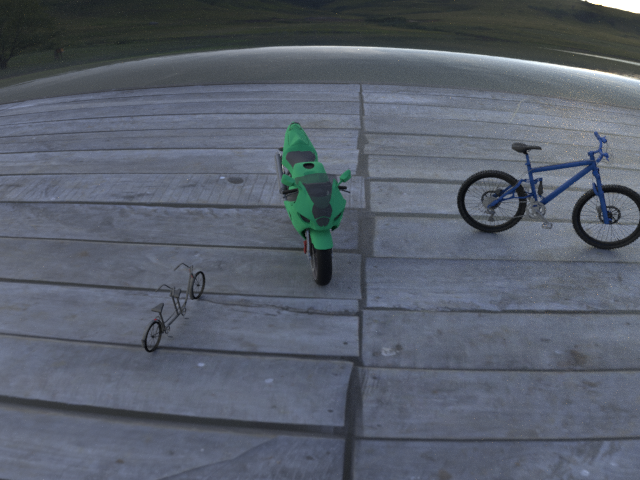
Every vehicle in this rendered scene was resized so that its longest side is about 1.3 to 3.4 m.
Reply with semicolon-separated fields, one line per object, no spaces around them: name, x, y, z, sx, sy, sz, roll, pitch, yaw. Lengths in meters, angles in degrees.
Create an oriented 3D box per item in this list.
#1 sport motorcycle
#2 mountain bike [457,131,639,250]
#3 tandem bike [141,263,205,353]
sport motorcycle;-0.178;-0.616;10.645;0.983;1.596;2.955;-5;31;-9
mountain bike;3.572;-0.732;10.754;2.857;1.688;1.114;9;31;15
tandem bike;-1.891;0.802;9.113;0.283;0.682;1.642;10;32;16
